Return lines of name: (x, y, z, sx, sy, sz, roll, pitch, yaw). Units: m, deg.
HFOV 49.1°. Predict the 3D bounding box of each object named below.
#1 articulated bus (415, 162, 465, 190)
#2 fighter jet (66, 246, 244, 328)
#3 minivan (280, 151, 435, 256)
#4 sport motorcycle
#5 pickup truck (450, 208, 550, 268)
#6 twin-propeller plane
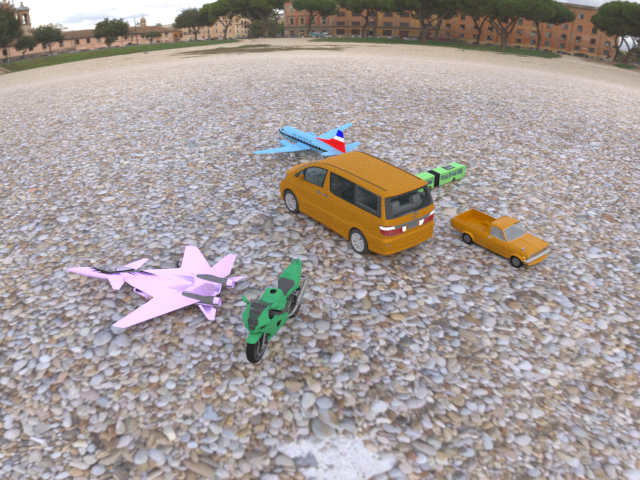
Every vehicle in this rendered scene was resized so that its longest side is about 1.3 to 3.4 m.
articulated bus: (2.052, -1.132, 13.233, 1.749, 0.289, 0.311, -20, 35, -31)
fighter jet: (-2.526, 0.470, 10.068, 2.640, 0.557, 2.229, 8, 30, 14)
minivan: (0.520, -0.794, 11.686, 1.324, 1.197, 3.011, -20, 35, -32)
sport motorcycle: (-0.578, 0.899, 9.021, 0.506, 0.821, 1.520, 11, 31, 19)
pickup truck: (2.852, -0.105, 11.151, 0.640, 0.511, 1.603, -22, 36, -34)
twin-propeller plane: (-0.187, -2.131, 14.515, 2.663, 0.792, 2.129, -23, 36, -35)
